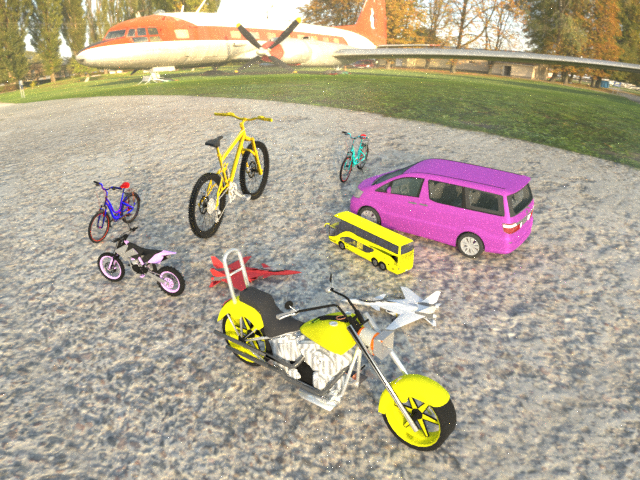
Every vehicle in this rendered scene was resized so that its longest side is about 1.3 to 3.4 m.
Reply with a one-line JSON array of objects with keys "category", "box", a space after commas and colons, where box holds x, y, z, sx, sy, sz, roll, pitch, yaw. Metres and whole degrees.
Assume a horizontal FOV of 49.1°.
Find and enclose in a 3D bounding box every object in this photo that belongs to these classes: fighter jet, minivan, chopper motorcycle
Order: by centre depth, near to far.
[{"category": "chopper motorcycle", "box": [0.068, 1.126, 7.534, 3.040, 1.480, 0.906, 18, 31, 32]}, {"category": "fighter jet", "box": [0.942, 0.835, 9.497, 1.358, 0.286, 1.147, 7, 27, 14]}, {"category": "fighter jet", "box": [-0.947, 0.434, 10.322, 1.358, 0.286, 1.147, -3, 26, -5]}, {"category": "minivan", "box": [1.939, -0.663, 11.537, 3.011, 1.197, 1.324, 17, 30, 30]}]

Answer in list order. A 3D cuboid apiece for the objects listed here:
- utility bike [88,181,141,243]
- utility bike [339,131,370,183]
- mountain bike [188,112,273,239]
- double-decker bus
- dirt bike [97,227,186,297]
[{"category": "utility bike", "box": [-3.361, -0.563, 11.620, 0.535, 0.946, 1.435, 10, 28, 20]}, {"category": "utility bike", "box": [0.755, -1.736, 14.032, 0.535, 0.946, 1.435, 12, 28, 23]}, {"category": "mountain bike", "box": [-1.513, -1.192, 12.065, 1.114, 1.688, 2.857, 9, 28, 19]}, {"category": "double-decker bus", "box": [0.753, 0.010, 10.903, 0.389, 0.541, 1.672, -20, 32, -36]}, {"category": "dirt bike", "box": [-2.571, 0.317, 9.911, 1.493, 0.857, 0.527, 11, 28, 21]}]
